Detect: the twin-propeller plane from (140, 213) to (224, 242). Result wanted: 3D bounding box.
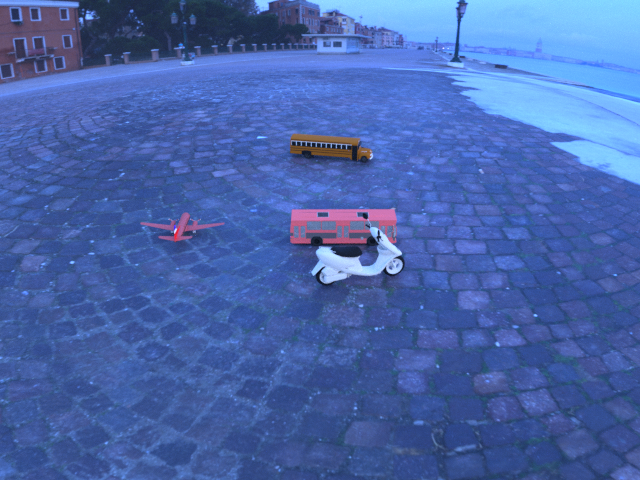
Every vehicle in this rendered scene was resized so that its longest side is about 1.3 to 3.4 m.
[{"bbox_3d":[-2.242,-0.253,11.303,1.370,0.407,1.095,0,27,0],"label":"twin-propeller plane"}]

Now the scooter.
[{"bbox_3d":[0.563,0.176,9.924,1.399,0.919,0.662,-7,28,-14],"label":"scooter"}]

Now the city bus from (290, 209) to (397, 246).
[{"bbox_3d":[0.368,-0.197,11.139,1.674,0.460,0.476,0,27,0],"label":"city bus"}]

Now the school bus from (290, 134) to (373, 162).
[{"bbox_3d":[0.241,-1.910,14.459,1.708,0.434,0.365,6,28,11],"label":"school bus"}]
